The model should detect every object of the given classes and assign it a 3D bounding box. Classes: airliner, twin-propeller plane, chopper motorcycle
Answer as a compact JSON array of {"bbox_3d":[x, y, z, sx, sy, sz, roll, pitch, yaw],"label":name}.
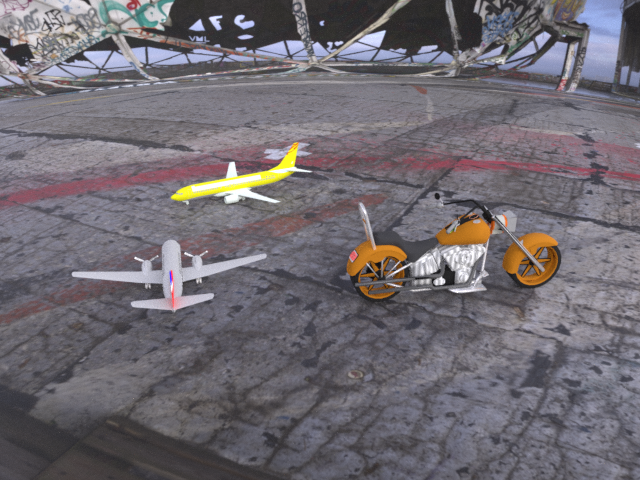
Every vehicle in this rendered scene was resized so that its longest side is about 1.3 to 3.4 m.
[{"bbox_3d":[-1.488,-1.201,12.713,2.541,0.835,2.257,-13,29,-24],"label":"airliner"},{"bbox_3d":[-2.026,0.372,9.554,2.663,0.792,2.129,-5,27,-11],"label":"twin-propeller plane"},{"bbox_3d":[1.848,0.079,9.369,3.040,1.480,0.906,-6,27,-11],"label":"chopper motorcycle"}]
